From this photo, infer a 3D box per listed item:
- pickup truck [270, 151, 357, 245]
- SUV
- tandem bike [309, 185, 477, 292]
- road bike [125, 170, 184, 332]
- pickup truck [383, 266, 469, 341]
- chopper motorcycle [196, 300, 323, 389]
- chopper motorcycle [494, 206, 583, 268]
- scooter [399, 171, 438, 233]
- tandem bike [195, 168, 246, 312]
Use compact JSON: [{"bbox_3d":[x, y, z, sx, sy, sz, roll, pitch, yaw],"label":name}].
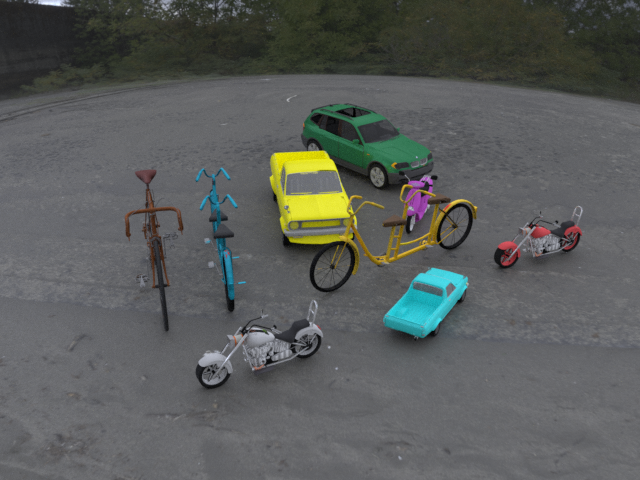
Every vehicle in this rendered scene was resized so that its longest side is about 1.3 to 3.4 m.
[{"bbox_3d":[-0.186,-0.900,12.087,1.244,0.993,3.117,-4,26,-7],"label":"pickup truck"},{"bbox_3d":[0.900,-1.983,14.145,1.276,1.128,3.058,-20,33,-35],"label":"SUV"},{"bbox_3d":[1.172,-0.169,10.215,3.192,1.326,0.550,-17,31,-31],"label":"tandem bike"},{"bbox_3d":[-2.263,-0.031,9.557,0.697,1.656,3.004,-7,27,-14],"label":"road bike"},{"bbox_3d":[1.426,0.770,9.222,0.640,0.511,1.603,15,30,27],"label":"pickup truck"},{"bbox_3d":[-0.681,1.195,8.070,1.563,0.761,0.466,-13,29,-24],"label":"chopper motorcycle"},{"bbox_3d":[3.335,-0.049,10.610,1.563,0.761,0.466,-11,28,-21],"label":"chopper motorcycle"},{"bbox_3d":[1.675,-0.756,11.876,0.662,0.919,1.399,10,28,19],"label":"scooter"},{"bbox_3d":[-1.463,-0.162,10.200,0.550,1.326,3.192,-5,27,-11],"label":"tandem bike"}]
